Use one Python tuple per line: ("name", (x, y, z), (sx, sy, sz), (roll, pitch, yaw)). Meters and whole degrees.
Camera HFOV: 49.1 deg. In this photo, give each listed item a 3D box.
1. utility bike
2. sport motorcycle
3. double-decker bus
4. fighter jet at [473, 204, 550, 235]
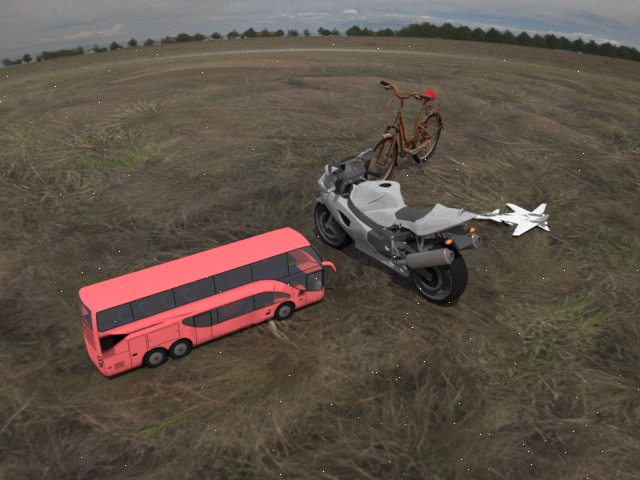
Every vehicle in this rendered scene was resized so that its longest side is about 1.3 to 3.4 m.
("utility bike", (1.710, -2.030, 12.948), (1.039, 1.839, 2.791), (21, 35, 32))
("sport motorcycle", (0.948, -0.225, 9.974), (0.983, 1.596, 2.955), (-24, 37, -36))
("double-decker bus", (-1.348, 0.697, 8.887), (3.251, 1.052, 0.756), (-18, 34, -28))
("fighter jet", (3.104, -0.424, 11.670), (1.358, 0.286, 1.147), (4, 29, 7))
